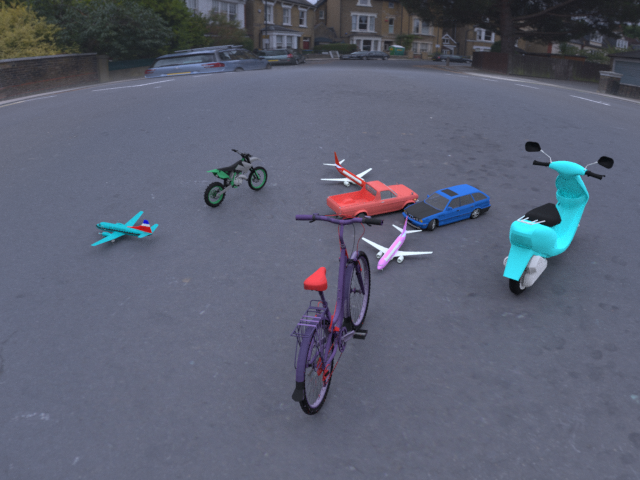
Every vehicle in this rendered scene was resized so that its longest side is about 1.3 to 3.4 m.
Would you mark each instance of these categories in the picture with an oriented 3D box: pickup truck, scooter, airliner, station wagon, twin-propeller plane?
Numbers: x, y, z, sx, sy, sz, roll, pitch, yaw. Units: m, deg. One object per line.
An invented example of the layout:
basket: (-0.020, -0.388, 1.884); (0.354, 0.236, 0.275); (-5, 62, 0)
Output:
pickup truck: (0.932, -0.724, 12.282); (1.603, 0.511, 0.640); (-12, 29, -22)
scooter: (3.388, -0.394, 10.227); (1.288, 1.786, 2.721); (19, 32, 32)
airliner: (0.595, -1.321, 13.544); (1.161, 0.429, 1.307); (-14, 30, -26)
station wagon: (2.185, -0.599, 12.078); (1.597, 0.473, 0.682); (-15, 31, -27)
airliner: (1.141, 0.058, 10.836); (1.161, 0.429, 1.307); (12, 29, 22)
twin-propeller plane: (-3.202, -0.213, 11.391); (1.095, 0.407, 1.370); (10, 29, 19)

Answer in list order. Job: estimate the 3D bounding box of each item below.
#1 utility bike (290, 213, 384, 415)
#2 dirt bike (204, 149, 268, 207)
utility bike: (0.104, 0.666, 8.086); (1.039, 1.839, 2.791); (9, 28, 16)
dirt bike: (-1.529, -1.158, 12.753); (0.527, 0.857, 1.493); (23, 35, 38)
